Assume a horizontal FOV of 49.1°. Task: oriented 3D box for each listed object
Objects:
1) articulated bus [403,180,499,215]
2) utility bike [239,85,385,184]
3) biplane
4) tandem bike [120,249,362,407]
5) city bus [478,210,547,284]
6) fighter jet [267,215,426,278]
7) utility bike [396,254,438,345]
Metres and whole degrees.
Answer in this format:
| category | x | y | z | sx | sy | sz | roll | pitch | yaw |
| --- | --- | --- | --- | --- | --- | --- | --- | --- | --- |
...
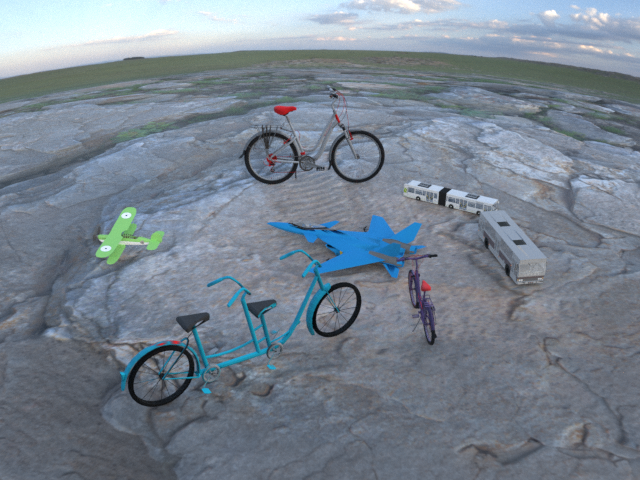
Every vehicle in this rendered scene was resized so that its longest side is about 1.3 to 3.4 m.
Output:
| category | x | y | z | sx | sy | sz | roll | pitch | yaw |
| --- | --- | --- | --- | --- | --- | --- | --- | --- | --- |
| articulated bus | 2.337 | -0.754 | 12.587 | 1.749 | 0.289 | 0.311 | 17 | 31 | 29 |
| utility bike | -0.158 | -1.975 | 13.267 | 2.791 | 1.839 | 1.039 | -1 | 27 | -2 |
| biplane | -2.982 | 0.002 | 10.880 | 1.090 | 0.504 | 1.336 | 3 | 27 | 6 |
| tandem bike | -0.793 | 0.955 | 8.126 | 3.192 | 1.326 | 0.550 | -17 | 32 | -30 |
| city bus | 2.909 | 0.101 | 10.736 | 0.476 | 0.460 | 1.674 | -4 | 27 | -7 |
| fighter jet | 0.255 | -0.135 | 11.089 | 2.640 | 0.557 | 2.229 | 15 | 31 | 26 |
| utility bike | 1.267 | 0.696 | 9.046 | 0.535 | 0.946 | 1.435 | -3 | 27 | -5 |
